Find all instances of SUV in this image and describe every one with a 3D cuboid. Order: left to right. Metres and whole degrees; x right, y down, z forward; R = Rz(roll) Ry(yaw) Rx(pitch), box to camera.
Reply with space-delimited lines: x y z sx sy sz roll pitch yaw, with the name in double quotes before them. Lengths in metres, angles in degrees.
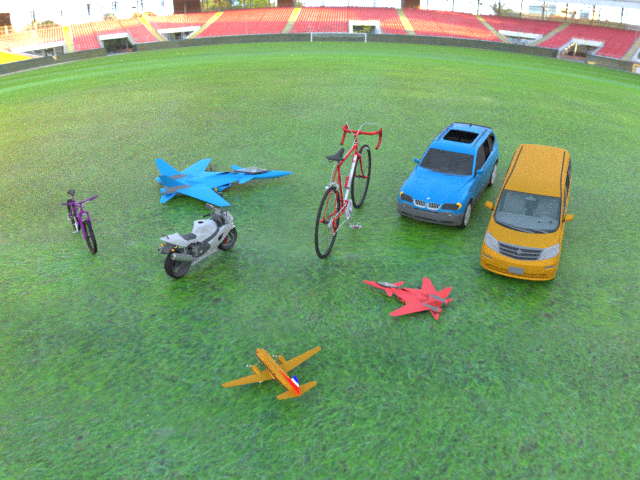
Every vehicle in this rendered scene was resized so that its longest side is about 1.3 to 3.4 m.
"SUV" 2.424 -1.280 12.825 1.276 1.128 3.058 13 32 22

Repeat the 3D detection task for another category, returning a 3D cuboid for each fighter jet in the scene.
"fighter jet" -1.804 -1.285 13.414 2.640 0.557 2.229 -8 31 -14
"fighter jet" 1.211 0.718 10.151 1.358 0.286 1.147 17 34 28

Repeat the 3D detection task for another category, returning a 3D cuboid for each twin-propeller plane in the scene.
"twin-propeller plane" -0.523 1.566 8.530 1.370 0.407 1.095 -17 34 -28

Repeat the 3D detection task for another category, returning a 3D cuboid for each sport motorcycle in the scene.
"sport motorcycle" -1.849 0.006 10.866 0.506 0.821 1.520 21 36 33

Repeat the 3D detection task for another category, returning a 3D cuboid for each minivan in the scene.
"minivan" 3.430 -0.513 11.402 1.324 1.197 3.011 11 31 18

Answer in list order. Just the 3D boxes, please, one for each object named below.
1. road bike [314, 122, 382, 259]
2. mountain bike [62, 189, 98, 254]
"road bike" 0.433 -0.918 11.650 0.696 1.656 3.004 10 31 17
"mountain bike" -3.939 -0.369 11.481 0.573 0.868 1.469 -18 34 -28
